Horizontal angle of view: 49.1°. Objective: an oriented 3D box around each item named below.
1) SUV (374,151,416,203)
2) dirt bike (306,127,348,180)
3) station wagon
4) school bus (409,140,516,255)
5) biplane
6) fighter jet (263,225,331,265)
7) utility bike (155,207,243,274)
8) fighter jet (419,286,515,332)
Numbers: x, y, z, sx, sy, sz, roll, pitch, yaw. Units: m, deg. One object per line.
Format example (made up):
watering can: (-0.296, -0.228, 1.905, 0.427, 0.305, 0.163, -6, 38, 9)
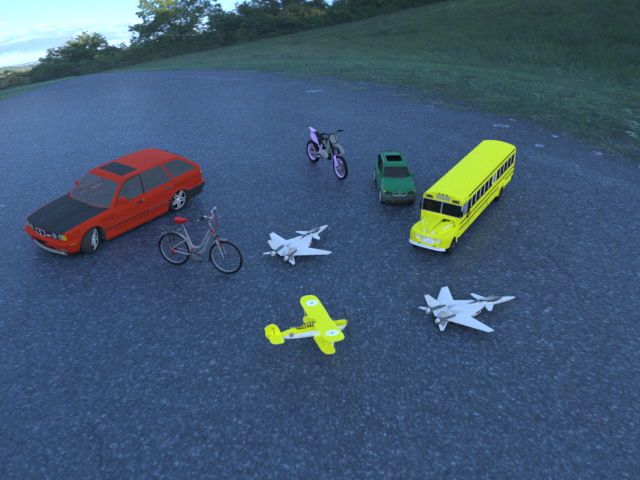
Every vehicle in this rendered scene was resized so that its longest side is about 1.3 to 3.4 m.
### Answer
SUV: (1.358, -1.171, 12.801, 0.656, 0.580, 1.572, -1, 28, -2)
dirt bike: (0.131, -1.744, 13.577, 0.527, 0.857, 1.493, -16, 32, -27)
station wagon: (-3.368, -0.753, 11.661, 1.327, 0.920, 3.105, 18, 33, 31)
school bus: (2.459, -0.788, 11.807, 0.709, 0.844, 3.322, 16, 32, 27)
biplane: (-0.144, 1.096, 8.654, 1.090, 0.504, 1.336, -8, 29, -14)
fighter jet: (-0.255, -0.057, 11.035, 1.147, 0.286, 1.358, 18, 33, 30)
utility bike: (-1.776, -0.018, 10.265, 1.435, 0.946, 0.535, 9, 30, 16)
fighter jet: (2.064, 0.831, 9.379, 1.358, 0.286, 1.147, -11, 30, -19)
